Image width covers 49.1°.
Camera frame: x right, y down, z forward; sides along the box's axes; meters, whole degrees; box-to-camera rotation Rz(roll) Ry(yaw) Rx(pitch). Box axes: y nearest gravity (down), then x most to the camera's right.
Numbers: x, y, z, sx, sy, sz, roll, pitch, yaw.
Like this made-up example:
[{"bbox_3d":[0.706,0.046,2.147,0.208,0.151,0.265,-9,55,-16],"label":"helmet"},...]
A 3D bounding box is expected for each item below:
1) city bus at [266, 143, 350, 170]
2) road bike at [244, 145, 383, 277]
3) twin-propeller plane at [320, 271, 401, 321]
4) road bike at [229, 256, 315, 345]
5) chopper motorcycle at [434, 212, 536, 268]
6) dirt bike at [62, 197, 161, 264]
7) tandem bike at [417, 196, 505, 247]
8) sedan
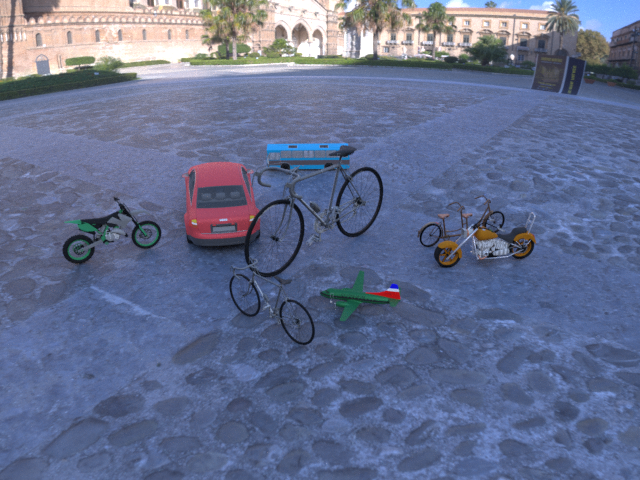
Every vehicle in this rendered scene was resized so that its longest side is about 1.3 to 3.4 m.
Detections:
[{"bbox_3d":[-0.243,-1.679,14.221,1.674,0.460,0.476,-1,26,-1],"label":"city bus"},{"bbox_3d":[0.002,-0.532,10.458,0.697,1.656,3.004,22,34,38],"label":"road bike"},{"bbox_3d":[0.530,0.709,9.317,1.095,0.407,1.370,6,26,12],"label":"twin-propeller plane"},{"bbox_3d":[-0.630,0.744,8.733,1.545,0.852,0.358,22,33,38],"label":"road bike"},{"bbox_3d":[2.469,-0.003,10.390,1.563,0.761,0.466,-5,26,-10],"label":"chopper motorcycle"},{"bbox_3d":[-3.148,-0.148,10.581,1.493,0.857,0.527,-13,29,-26],"label":"dirt bike"},{"bbox_3d":[2.266,-0.303,11.104,1.642,0.682,0.283,-11,28,-21],"label":"tandem bike"},{"bbox_3d":[-1.700,-0.811,11.865,1.235,0.940,3.137,-4,26,-9],"label":"sedan"}]
